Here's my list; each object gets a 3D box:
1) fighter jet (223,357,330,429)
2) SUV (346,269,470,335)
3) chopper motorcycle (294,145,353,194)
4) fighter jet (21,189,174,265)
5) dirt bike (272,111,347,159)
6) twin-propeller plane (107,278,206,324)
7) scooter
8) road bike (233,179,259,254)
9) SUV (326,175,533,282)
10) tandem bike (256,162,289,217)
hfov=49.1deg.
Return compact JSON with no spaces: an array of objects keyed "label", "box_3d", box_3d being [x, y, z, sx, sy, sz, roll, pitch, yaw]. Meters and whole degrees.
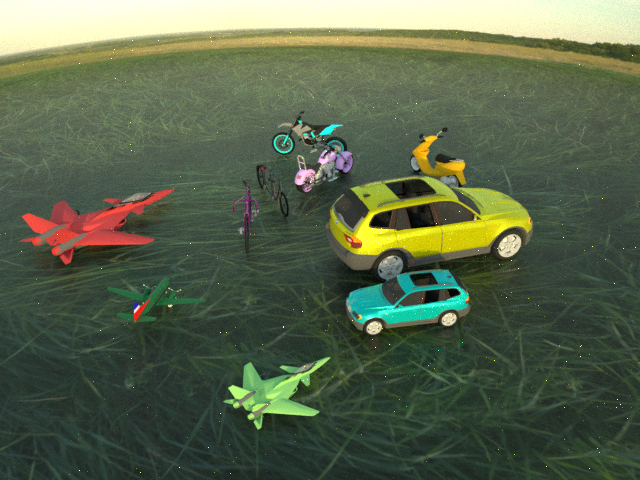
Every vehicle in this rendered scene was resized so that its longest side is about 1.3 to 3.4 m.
[{"label":"fighter jet","box_3d":[-0.364,1.538,7.775,1.358,0.286,1.147,-26,39,-38]},{"label":"SUV","box_3d":[1.113,0.745,8.878,1.572,0.580,0.656,-5,30,-9]},{"label":"chopper motorcycle","box_3d":[0.098,-1.352,12.397,0.466,0.761,1.563,21,36,32]},{"label":"fighter jet","box_3d":[-3.301,-0.500,11.099,2.229,0.557,2.640,20,35,31]},{"label":"dirt bike","box_3d":[-0.210,-1.980,13.409,1.493,0.857,0.527,6,30,10]},{"label":"twin-propeller plane","box_3d":[-2.170,0.732,9.076,1.370,0.407,1.095,6,30,11]},{"label":"scooter","box_3d":[2.087,-1.456,12.420,0.662,0.919,1.399,-18,34,-29]},{"label":"road bike","box_3d":[-1.104,-0.432,10.681,0.358,0.852,1.545,-1,30,-3]},{"label":"SUV","box_3d":[1.617,-0.316,10.195,3.058,1.128,1.276,-9,31,-16]},{"label":"tandem bike","box_3d":[-0.816,-0.971,11.805,0.283,0.682,1.642,-11,31,-19]}]
